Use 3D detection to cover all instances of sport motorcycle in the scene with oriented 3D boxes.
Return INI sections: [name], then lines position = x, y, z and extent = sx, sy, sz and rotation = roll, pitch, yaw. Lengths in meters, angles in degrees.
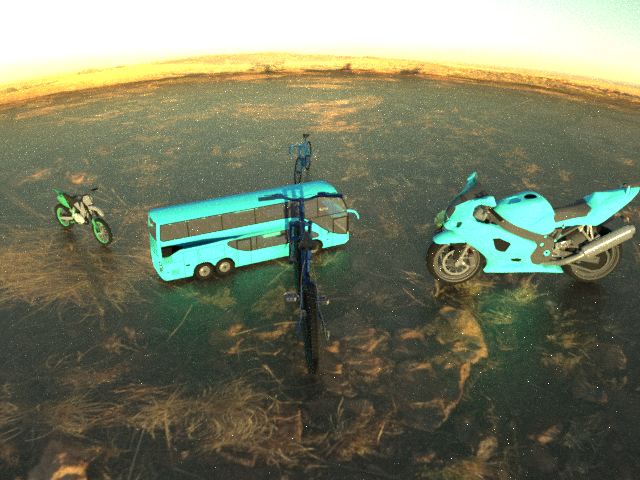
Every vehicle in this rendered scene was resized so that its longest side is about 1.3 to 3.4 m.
[sport motorcycle]
position = 3.024, -0.087, 10.112
extent = 2.955, 1.596, 0.983
rotation = -1, 27, -2

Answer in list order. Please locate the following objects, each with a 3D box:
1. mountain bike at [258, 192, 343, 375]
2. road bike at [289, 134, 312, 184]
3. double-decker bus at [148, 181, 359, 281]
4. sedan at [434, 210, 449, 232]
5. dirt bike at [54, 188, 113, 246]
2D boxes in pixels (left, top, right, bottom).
[mountain bike]
position = -0.196, 0.398, 9.057
extent = 1.114, 1.688, 2.857
rotation = -3, 27, -5
[road bike]
position = -0.336, -1.647, 14.003
extent = 0.358, 0.852, 1.545
rotation = 5, 27, 10
[double-decker bus]
position = -1.002, -0.188, 10.912
extent = 3.251, 1.052, 0.756
rotation = -12, 29, -22
[sedan]
position = 2.677, -0.260, 11.680
extent = 1.613, 0.483, 0.635
rotation = 19, 33, 33
[dirt bike]
position = -3.959, -0.439, 11.620
extent = 1.493, 0.857, 0.527
rotation = 19, 33, 33
